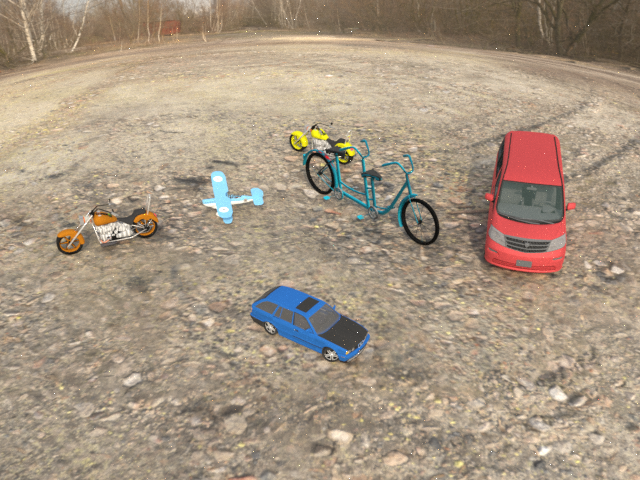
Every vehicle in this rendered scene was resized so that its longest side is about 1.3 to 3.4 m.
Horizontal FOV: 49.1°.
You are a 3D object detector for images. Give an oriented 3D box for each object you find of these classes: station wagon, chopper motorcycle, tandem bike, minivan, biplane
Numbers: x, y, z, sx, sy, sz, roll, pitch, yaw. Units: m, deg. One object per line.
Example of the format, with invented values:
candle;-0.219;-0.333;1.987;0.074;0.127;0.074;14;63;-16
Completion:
station wagon;-0.130;1.028;8.987;1.597;0.473;0.682;20;36;30
chopper motorcycle;-3.299;-0.248;10.847;1.563;0.761;0.466;-12;33;-19
chopper motorcycle;0.027;-1.967;13.730;1.563;0.761;0.466;22;37;32
tandem bike;0.757;-0.976;11.517;0.550;1.326;3.192;-24;38;-34
minivan;3.299;-0.672;11.132;1.324;1.197;3.011;7;32;12
biplane;-1.492;-0.670;11.805;1.090;0.504;1.336;-7;31;-11
